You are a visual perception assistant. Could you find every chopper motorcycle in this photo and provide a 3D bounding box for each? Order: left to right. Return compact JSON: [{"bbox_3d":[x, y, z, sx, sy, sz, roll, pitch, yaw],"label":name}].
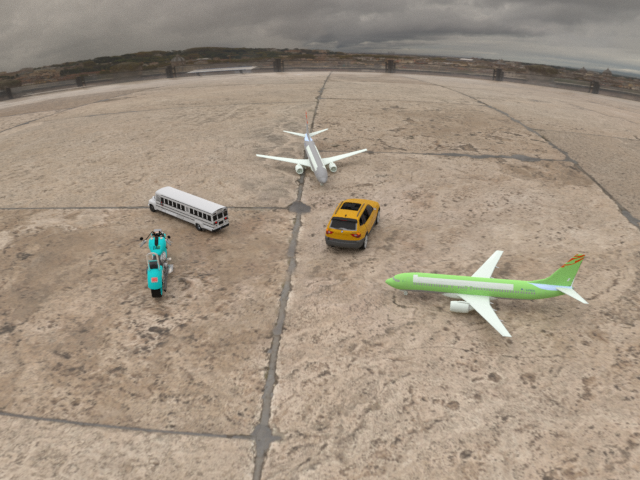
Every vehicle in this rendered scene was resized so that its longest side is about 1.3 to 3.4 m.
[{"bbox_3d":[-2.273,0.198,9.819,0.466,0.761,1.563,-4,26,-8],"label":"chopper motorcycle"}]

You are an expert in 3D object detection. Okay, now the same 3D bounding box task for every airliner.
[{"bbox_3d":[-0.114,-1.816,13.827,2.257,0.835,2.541,-4,26,-8],"label":"airliner"},{"bbox_3d":[2.137,0.459,9.206,2.541,0.835,2.257,5,27,10],"label":"airliner"}]

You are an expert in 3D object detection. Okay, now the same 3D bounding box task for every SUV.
[{"bbox_3d":[0.535,-0.355,11.148,0.656,0.580,1.572,7,27,14],"label":"SUV"}]

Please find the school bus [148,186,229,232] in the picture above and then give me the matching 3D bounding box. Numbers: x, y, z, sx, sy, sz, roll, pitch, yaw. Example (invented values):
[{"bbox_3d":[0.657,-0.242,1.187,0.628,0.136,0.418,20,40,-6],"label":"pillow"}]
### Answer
[{"bbox_3d":[-2.238,-0.536,11.681,1.708,0.434,0.365,20,32,35],"label":"school bus"}]
